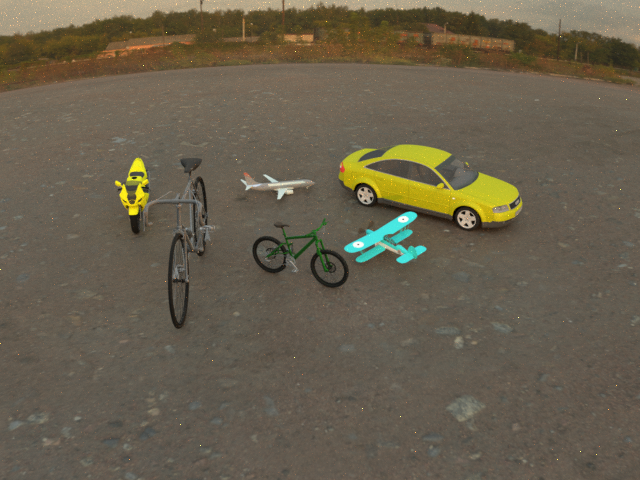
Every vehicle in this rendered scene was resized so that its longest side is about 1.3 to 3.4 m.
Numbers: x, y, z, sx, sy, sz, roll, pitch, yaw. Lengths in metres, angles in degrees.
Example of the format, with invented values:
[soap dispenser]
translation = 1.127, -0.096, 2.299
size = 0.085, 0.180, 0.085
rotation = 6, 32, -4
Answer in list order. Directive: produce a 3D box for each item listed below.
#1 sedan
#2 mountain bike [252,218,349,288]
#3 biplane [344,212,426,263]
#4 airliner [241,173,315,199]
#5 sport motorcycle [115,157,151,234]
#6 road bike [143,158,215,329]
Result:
[sedan]
translation = 1.810, -0.998, 11.682
size = 3.137, 0.940, 1.235
rotation = 16, 31, 28
[mountain bike]
translation = -0.285, 0.158, 9.490
size = 1.469, 0.868, 0.573
rotation = 12, 30, 23
[biplane]
translation = 0.991, 0.064, 10.075
size = 1.336, 0.504, 1.090
rotation = -20, 33, -34
[airliner]
translation = -0.717, -1.048, 12.343
size = 1.307, 0.429, 1.161
rotation = -7, 28, -14
[sport motorcycle]
translation = -2.955, -0.732, 11.291
size = 0.506, 0.821, 1.520
rotation = -4, 27, -7
[road bike]
translation = -1.725, -0.143, 9.213
size = 0.696, 1.656, 3.004
rotation = 0, 27, -1
